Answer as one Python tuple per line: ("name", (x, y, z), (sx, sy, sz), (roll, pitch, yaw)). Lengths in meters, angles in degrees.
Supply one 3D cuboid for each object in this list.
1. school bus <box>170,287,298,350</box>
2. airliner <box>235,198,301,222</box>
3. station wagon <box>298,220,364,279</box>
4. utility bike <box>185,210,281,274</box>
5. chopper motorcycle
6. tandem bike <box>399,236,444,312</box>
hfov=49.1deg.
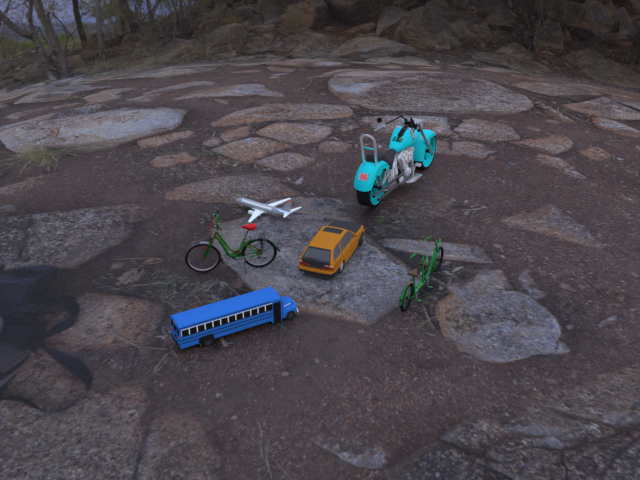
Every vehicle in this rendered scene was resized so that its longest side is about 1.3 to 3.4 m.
("school bus", (-1.094, 0.993, 9.211), (1.708, 0.434, 0.365), (-15, 32, -26))
("airliner", (-0.990, -0.654, 12.275), (1.307, 0.429, 1.161), (18, 33, 30))
("station wagon", (0.213, 0.039, 10.941), (0.682, 0.473, 1.597), (10, 30, 19))
("utility bike", (-1.292, 0.073, 10.379), (1.435, 0.946, 0.535), (-5, 29, -10))
("chopper motorcycle", (1.495, -1.657, 13.031), (0.906, 1.480, 3.040), (16, 32, 27))
("tandem bike", (1.474, 0.427, 10.000), (0.283, 0.682, 1.642), (15, 32, 25))
